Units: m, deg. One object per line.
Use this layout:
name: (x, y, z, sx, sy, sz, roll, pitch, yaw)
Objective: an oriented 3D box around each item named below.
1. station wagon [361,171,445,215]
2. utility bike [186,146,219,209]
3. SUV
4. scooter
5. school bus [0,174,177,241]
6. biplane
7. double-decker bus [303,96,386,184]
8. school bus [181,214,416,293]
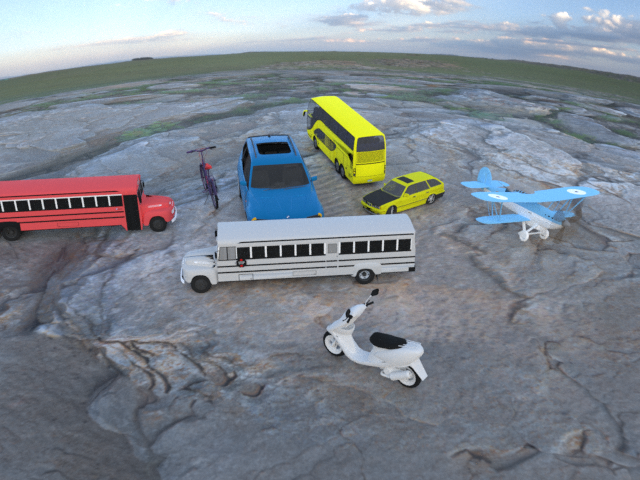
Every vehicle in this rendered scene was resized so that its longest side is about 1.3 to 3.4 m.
station wagon: (1.472, -0.846, 12.408, 1.597, 0.473, 0.682, -18, 32, -32)
utility bike: (-2.047, -1.142, 12.472, 0.535, 0.946, 1.435, -9, 28, -18)
SUV: (-0.732, -0.932, 11.851, 1.276, 1.128, 3.058, -5, 27, -9)
scooter: (0.606, 1.123, 8.001, 1.399, 0.919, 0.662, 19, 32, 32)
school bus: (-4.051, -0.560, 11.428, 3.322, 0.844, 0.709, -4, 27, -7)
biplane: (3.278, -0.609, 11.374, 2.598, 0.981, 2.120, -14, 30, -26)
double-decker bus: (0.457, -2.121, 14.298, 0.756, 1.052, 3.251, -8, 28, -15)
school bus: (-0.325, 0.158, 10.001, 3.322, 0.844, 0.709, -3, 27, -6)
